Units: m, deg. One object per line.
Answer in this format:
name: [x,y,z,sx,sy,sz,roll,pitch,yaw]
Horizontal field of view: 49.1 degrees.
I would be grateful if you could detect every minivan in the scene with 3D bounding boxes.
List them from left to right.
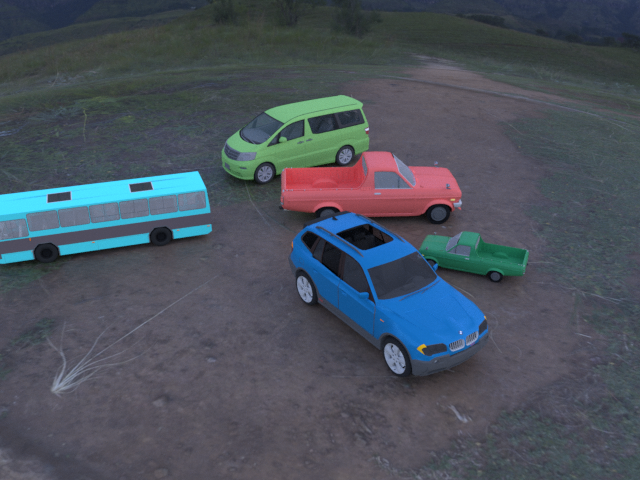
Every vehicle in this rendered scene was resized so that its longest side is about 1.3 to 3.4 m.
minivan: [-0.494,-2.054,13.979,3.011,1.197,1.324,-16,31,-27]

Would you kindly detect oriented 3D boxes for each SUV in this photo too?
SUV: [0.789,0.565,9.035,1.276,1.128,3.058,-18,33,-31]

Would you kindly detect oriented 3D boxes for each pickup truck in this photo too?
pickup truck: [0.854,-0.941,12.067,3.117,0.993,1.244,-1,28,-2]
pickup truck: [2.273,0.196,10.409,1.603,0.511,0.640,10,29,19]

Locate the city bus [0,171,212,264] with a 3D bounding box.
city bus: [-3.408,-0.347,11.035,3.255,0.894,0.926,-9,29,-16]
